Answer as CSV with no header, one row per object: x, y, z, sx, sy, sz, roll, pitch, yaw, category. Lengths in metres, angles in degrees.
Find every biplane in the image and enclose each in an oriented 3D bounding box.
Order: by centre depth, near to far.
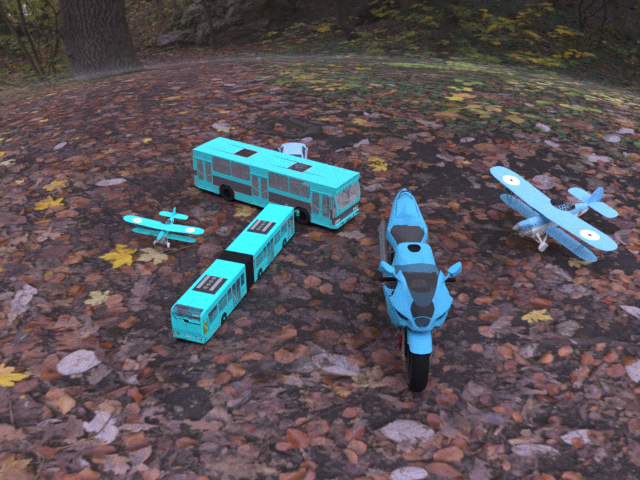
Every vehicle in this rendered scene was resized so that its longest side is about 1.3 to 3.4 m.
3.997,-0.396,11.650,2.120,0.981,2.598,-17,33,-27,biplane
-2.567,-0.206,11.798,1.336,0.504,1.090,3,29,5,biplane

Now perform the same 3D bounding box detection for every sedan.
-0.563,-1.736,14.563,0.635,0.483,1.613,0,29,-1,sedan

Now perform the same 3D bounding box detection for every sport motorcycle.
1.201,0.584,9.263,0.983,1.596,2.955,1,29,1,sport motorcycle

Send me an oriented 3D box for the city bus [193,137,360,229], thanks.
-0.857,-1.060,12.929,3.255,0.894,0.926,18,34,29,city bus

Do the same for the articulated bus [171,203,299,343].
-1.200,0.385,10.681,0.605,0.561,3.401,10,31,17,articulated bus
